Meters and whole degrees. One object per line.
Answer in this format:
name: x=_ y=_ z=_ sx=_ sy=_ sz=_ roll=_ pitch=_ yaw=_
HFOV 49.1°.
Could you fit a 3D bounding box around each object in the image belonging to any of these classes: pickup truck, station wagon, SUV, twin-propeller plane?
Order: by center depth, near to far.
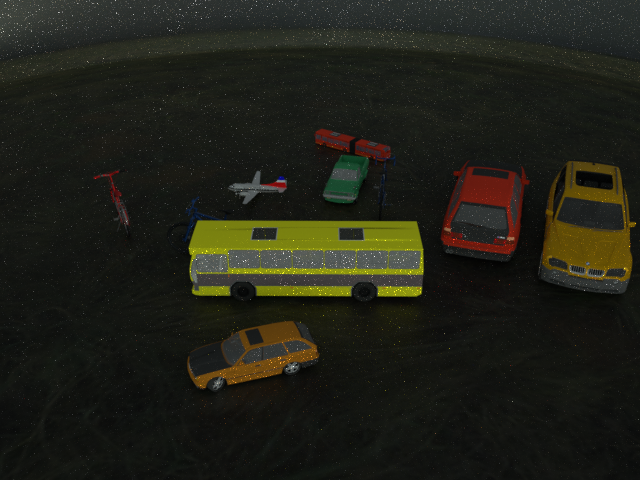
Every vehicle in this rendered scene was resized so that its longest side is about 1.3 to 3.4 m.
station wagon: x=-0.836 y=1.382 z=8.636 sx=1.597 sy=0.473 sz=0.682 roll=-10 pitch=32 yaw=-16
SUV: x=4.156 y=-0.305 z=10.886 sx=1.276 sy=1.128 sz=3.058 roll=10 pitch=32 yaw=16
station wagon: x=2.844 y=-0.749 z=11.855 sx=1.327 sy=0.920 sz=3.105 roll=9 pitch=31 yaw=15
twin-propeller plane: x=-1.152 y=-0.995 z=12.789 sx=1.095 sy=0.407 sz=1.370 roll=3 pitch=30 yaw=5
pickup truck: x=0.507 y=-1.194 z=13.029 sx=0.640 sy=0.511 sz=1.603 roll=7 pitch=31 yaw=11

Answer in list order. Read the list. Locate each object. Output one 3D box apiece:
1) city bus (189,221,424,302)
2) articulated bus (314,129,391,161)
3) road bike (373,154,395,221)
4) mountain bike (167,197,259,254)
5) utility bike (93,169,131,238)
city bus: x=-0.186 y=0.298 z=10.081 sx=3.255 sy=0.894 sz=0.926 roll=0 pitch=30 yaw=0
articulated bus: x=0.659 y=-1.986 z=14.613 sx=1.749 sy=0.289 sz=0.311 roll=20 pitch=36 yaw=30
road bike: x=1.109 y=-0.969 z=12.303 sx=0.358 sy=0.852 sz=1.545 roll=4 pitch=30 yaw=7
mountain bike: x=-1.674 y=-0.149 z=10.877 sx=1.469 sy=0.868 sz=0.573 roll=3 pitch=30 yaw=5
utility bike: x=-3.396 y=-0.635 z=11.634 sx=0.535 sy=0.946 sz=1.435 roll=-13 pitch=33 yaw=-21
